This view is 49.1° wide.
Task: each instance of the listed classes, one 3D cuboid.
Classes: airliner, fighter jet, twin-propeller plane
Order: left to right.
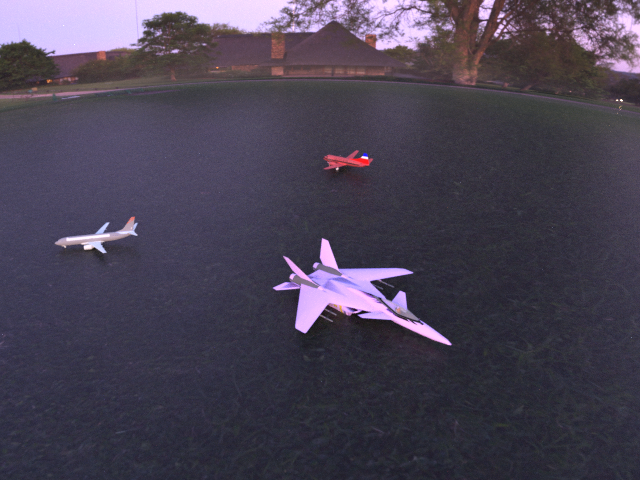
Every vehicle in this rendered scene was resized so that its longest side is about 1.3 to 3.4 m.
[{"bbox_3d":[-3.613,-0.120,11.296,1.307,0.429,1.161,-6,26,-12],"label":"airliner"},{"bbox_3d":[0.538,-1.687,14.570,1.095,0.407,1.370,15,30,28],"label":"twin-propeller plane"},{"bbox_3d":[0.671,0.736,9.375,2.640,0.557,2.229,23,34,39],"label":"fighter jet"}]
